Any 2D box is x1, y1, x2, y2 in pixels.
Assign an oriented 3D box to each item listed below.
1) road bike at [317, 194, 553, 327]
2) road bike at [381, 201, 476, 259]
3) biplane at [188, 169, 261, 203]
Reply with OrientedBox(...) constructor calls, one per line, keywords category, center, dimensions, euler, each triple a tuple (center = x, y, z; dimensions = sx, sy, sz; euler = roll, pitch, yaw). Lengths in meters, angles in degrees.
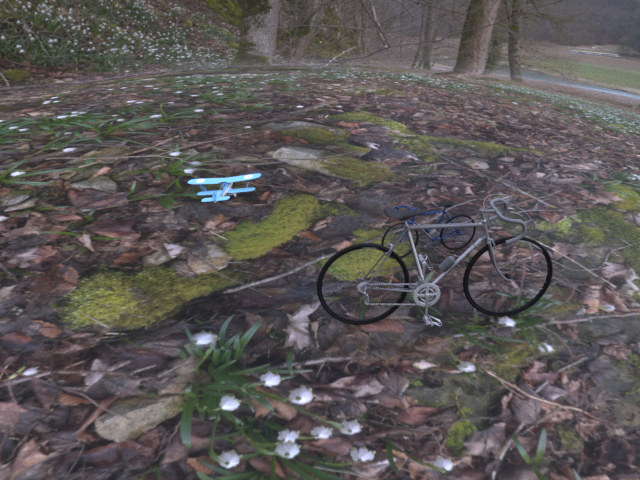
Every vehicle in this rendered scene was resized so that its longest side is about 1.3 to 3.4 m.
OrientedBox(category="road bike", center=(1.455, 0.294, 8.642), dimensions=(3.004, 1.656, 0.697), euler=(-3, 27, -5))
OrientedBox(category="road bike", center=(1.640, -0.165, 10.436), dimensions=(1.545, 0.852, 0.358), euler=(-8, 28, -15))
OrientedBox(category="biplane", center=(-1.712, -0.877, 12.223), dimensions=(1.336, 0.504, 1.090), euler=(4, 27, 8))
